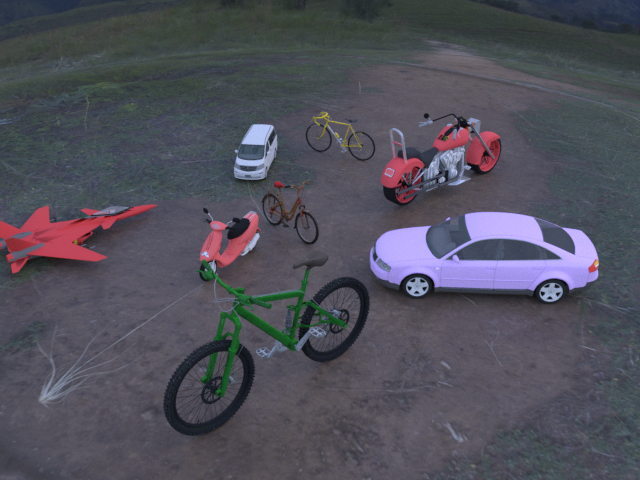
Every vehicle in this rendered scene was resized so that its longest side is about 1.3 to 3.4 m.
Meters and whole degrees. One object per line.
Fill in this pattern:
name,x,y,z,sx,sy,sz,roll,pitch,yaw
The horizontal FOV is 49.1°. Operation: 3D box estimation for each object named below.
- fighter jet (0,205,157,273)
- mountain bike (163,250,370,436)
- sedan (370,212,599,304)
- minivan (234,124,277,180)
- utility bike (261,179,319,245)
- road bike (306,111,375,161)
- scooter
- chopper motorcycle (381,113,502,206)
fighter jet,-3.770,-0.316,11.059,2.640,0.557,2.229,-23,37,-34
mountain bike,-0.478,0.975,7.629,2.857,1.688,1.114,-24,37,-36
sedan,2.275,0.158,9.832,3.137,0.940,1.235,2,30,3
minivan,-1.223,-1.686,13.421,0.681,0.616,1.548,4,30,6
utility bike,-0.460,-0.548,11.074,0.535,0.946,1.435,-24,37,-35
road bike,0.391,-2.058,13.837,1.545,0.852,0.358,15,33,25
scooter,-1.314,-0.050,10.222,0.662,0.919,1.399,17,34,27
chopper motorcycle,2.239,-1.576,12.348,3.040,1.480,0.906,-23,37,-35
